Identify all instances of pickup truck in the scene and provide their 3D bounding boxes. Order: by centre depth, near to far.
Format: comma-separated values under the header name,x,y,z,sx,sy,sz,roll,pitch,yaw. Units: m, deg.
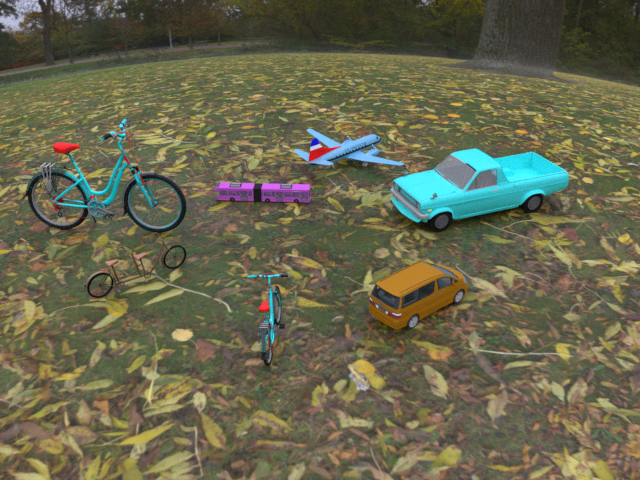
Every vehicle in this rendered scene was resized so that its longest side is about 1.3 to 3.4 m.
name,x,y,z,sx,sy,sz,roll,pitch,yaw
pickup truck,2.835,-1.031,12.370,3.117,0.993,1.244,-11,32,-19

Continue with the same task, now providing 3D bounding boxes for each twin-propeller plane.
name,x,y,z,sx,sy,sz,roll,pitch,yaw
twin-propeller plane,0.534,-1.900,14.102,2.129,0.792,2.663,-26,38,-37

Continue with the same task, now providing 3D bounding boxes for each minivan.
name,x,y,z,sx,sy,sz,roll,pitch,yaw
minivan,1.405,0.682,9.741,1.548,0.616,0.681,-23,37,-34

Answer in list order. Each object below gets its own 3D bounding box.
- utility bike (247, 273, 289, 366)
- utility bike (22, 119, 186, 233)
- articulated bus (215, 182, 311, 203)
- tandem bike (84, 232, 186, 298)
name,x,y,z,sx,sy,sz,roll,pitch,yaw
utility bike,-0.677,0.926,8.977,0.535,0.946,1.435,2,30,4
utility bike,-3.582,-1.029,11.511,2.791,1.839,1.039,2,30,4
articulated bus,-1.028,-0.867,12.796,1.749,0.289,0.311,2,30,3
tandem bike,-2.694,0.339,10.276,1.642,0.682,0.283,-23,37,-34
